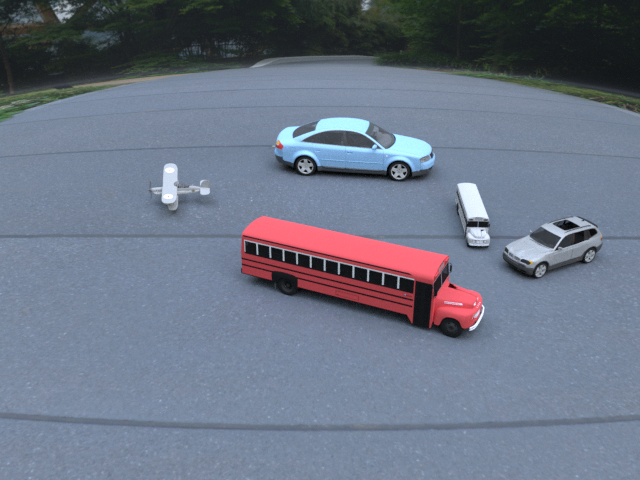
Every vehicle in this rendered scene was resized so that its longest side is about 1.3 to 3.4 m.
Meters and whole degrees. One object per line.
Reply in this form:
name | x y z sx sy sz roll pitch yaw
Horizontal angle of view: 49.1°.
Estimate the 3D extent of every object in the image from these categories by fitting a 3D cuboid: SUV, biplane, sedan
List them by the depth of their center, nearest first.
SUV | 3.448 0.062 10.334 1.572 0.580 0.656 -13 30 -25
biplane | -2.458 -0.879 12.268 1.090 0.504 1.336 -4 27 -8
sedan | 0.679 -1.844 13.684 3.137 0.940 1.235 4 27 9

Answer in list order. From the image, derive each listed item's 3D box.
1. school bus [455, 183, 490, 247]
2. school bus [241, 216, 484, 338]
school bus | 2.489 -0.417 11.437 0.365 0.434 1.708 1 27 3
school bus | 0.526 0.435 9.312 3.322 0.844 0.709 13 30 23
